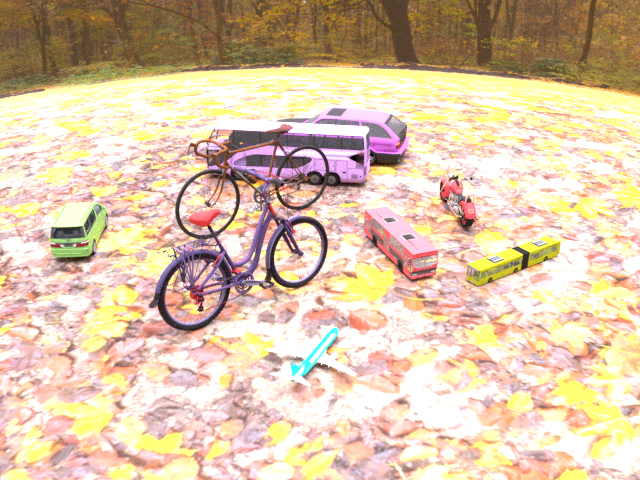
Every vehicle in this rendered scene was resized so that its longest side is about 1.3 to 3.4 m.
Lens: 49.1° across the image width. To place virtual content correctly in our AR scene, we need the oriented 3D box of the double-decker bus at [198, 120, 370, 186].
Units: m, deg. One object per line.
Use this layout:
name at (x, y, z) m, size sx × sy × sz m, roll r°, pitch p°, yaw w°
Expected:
double-decker bus at (-0.668, -1.690, 13.412) m, size 3.251 × 1.052 × 0.756 m, roll 4°, pitch 27°, yaw 8°

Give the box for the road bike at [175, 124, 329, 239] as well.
road bike at (-1.028, -1.034, 11.439) m, size 3.004 × 1.656 × 0.697 m, roll -19°, pitch 33°, yaw -33°

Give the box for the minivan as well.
minivan at (-3.785, -0.258, 11.055) m, size 0.681 × 0.616 × 1.548 m, roll -2°, pitch 27°, yaw -4°

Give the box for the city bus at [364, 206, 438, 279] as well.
city bus at (1.197, 0.030, 10.656) m, size 0.476 × 0.460 × 1.674 m, roll -10°, pitch 28°, yaw -19°

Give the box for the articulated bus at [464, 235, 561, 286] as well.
articulated bus at (2.867, 0.290, 10.332) m, size 1.749 × 0.289 × 0.311 m, roll -16°, pitch 31°, yaw -29°

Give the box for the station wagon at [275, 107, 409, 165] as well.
station wagon at (0.280, -2.255, 14.680) m, size 3.105 × 0.920 × 1.327 m, roll 8°, pitch 28°, yaw 15°

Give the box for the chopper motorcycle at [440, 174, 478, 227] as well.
chopper motorcycle at (2.342, -0.796, 11.961) m, size 0.466 × 0.761 × 1.563 m, roll -3°, pitch 27°, yaw -7°

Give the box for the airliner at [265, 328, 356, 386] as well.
airliner at (-0.057, 1.273, 8.225) m, size 1.161 × 0.429 × 1.307 m, roll 12°, pitch 29°, yaw 23°

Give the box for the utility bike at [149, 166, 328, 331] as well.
utility bike at (-1.043, 0.034, 9.118) m, size 2.791 × 1.839 × 1.039 m, roll -20°, pitch 33°, yaw -34°
